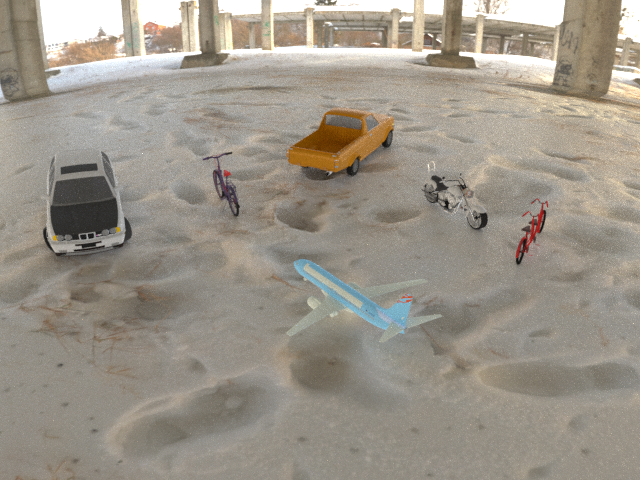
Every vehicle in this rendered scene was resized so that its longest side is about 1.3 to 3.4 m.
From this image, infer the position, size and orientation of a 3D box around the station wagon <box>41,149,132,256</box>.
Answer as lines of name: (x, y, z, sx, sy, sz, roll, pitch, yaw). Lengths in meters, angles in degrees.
station wagon: (-3.967, -0.753, 11.731, 1.327, 0.920, 3.105, -9, 28, -17)

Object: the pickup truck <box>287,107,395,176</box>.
pickup truck: (0.508, -2.137, 14.384, 1.244, 0.993, 3.117, 13, 29, 23)

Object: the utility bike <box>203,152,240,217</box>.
utility bike: (-1.702, -0.996, 12.184, 0.535, 0.946, 1.435, -11, 29, -21)

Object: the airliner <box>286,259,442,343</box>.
airliner: (0.367, 0.580, 9.194, 2.257, 0.835, 2.541, -18, 32, -31)

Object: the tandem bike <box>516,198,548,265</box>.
tandem bike: (3.297, -0.179, 10.862, 0.283, 0.682, 1.642, 15, 30, 27)

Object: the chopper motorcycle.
chopper motorcycle: (2.299, -0.768, 11.939, 0.466, 0.761, 1.563, -15, 30, -27)
